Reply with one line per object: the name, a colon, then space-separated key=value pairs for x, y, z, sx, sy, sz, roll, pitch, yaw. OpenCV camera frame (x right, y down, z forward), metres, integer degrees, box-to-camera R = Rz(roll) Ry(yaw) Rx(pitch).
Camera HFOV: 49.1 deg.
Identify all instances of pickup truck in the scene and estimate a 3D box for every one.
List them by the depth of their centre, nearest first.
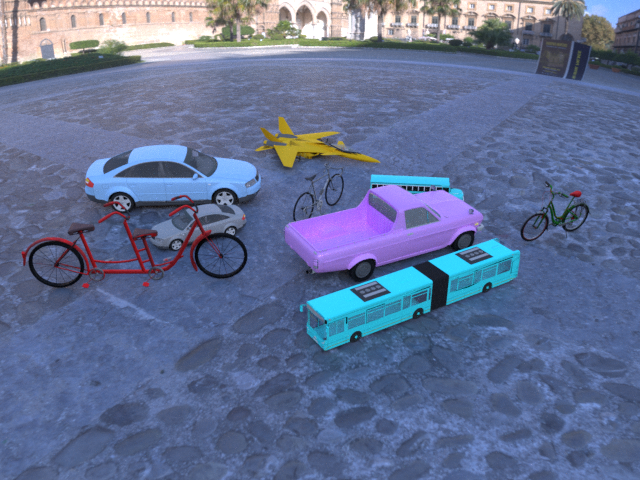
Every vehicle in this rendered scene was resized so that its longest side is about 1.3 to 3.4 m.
pickup truck: x=1.033 y=-0.232 z=10.895 sx=3.117 sy=0.993 sz=1.244 roll=-14 pitch=32 yaw=-24

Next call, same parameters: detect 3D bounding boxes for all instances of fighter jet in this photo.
fighter jet: x=0.050 y=-2.005 z=14.590 sx=2.640 sy=0.557 sz=2.229 roll=14 pitch=32 yaw=24

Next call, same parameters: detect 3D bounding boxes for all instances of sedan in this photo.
sedan: x=-2.007 y=-0.269 z=11.493 sx=1.613 sy=0.483 sz=0.635 roll=-15 pitch=32 yaw=-25
sedan: x=-2.645 y=-1.187 z=12.695 sx=3.137 sy=0.940 sz=1.235 roll=-2 pitch=29 yaw=-4

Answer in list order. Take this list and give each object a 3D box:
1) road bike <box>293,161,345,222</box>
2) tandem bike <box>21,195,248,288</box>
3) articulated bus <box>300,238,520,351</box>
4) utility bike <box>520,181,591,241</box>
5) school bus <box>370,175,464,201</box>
road bike: x=-0.007 y=-0.820 z=12.117 sx=0.358 sy=0.852 sz=1.545 roll=18 pitch=34 yaw=30
tandem bike: x=-2.652 y=0.054 z=10.024 sx=3.192 sy=1.326 sz=0.550 roll=-3 pitch=29 yaw=-5
articulated bus: x=1.348 y=0.689 z=9.660 sx=3.401 sy=0.561 sz=0.605 roll=-16 pitch=33 yaw=-27
utility bike: x=3.902 y=-0.452 z=11.345 sx=1.435 sy=0.946 sz=0.535 roll=-12 pitch=31 yaw=-21
school bus: x=1.756 y=-0.917 z=12.729 sx=1.708 sy=0.434 sz=0.365 roll=3 pitch=29 yaw=6
